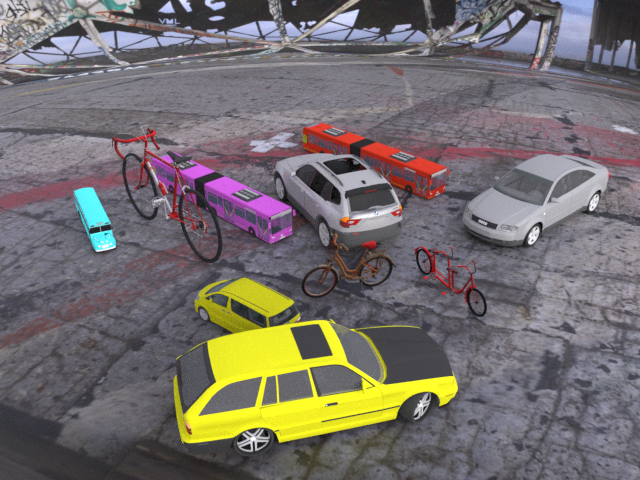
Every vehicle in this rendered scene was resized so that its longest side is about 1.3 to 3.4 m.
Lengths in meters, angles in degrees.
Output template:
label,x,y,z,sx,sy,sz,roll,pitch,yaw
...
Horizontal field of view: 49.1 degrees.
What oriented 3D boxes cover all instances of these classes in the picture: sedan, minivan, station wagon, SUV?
label,x,y,z,sx,sy,sz,roll,pitch,yaw
sedan,3.664,-0.805,11.742,3.137,0.940,1.235,-23,37,-35
minivan,-0.974,0.867,9.071,1.548,0.616,0.681,23,36,35
station wagon,-0.029,1.459,7.695,3.105,0.920,1.327,-7,30,-13
SUV,0.240,-0.877,11.678,1.276,1.128,3.058,-12,31,-21

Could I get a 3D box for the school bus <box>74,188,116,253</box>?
label,x,y,z,sx,sy,sz,roll,pitch,yaw
school bus,-3.679,-0.336,11.420,0.365,0.434,1.708,-14,32,-23

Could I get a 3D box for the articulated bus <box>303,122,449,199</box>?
label,x,y,z,sx,sy,sz,roll,pitch,yaw
articulated bus,0.974,-1.586,13.535,0.605,0.561,3.401,-25,37,-37

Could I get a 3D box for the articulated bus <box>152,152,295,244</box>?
label,x,y,z,sx,sy,sz,roll,pitch,yaw
articulated bus,-1.767,-0.792,12.108,0.605,0.561,3.401,-26,38,-38

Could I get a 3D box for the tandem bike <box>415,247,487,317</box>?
label,x,y,z,sx,sy,sz,roll,pitch,yaw
tandem bike,1.804,0.447,9.759,0.283,0.682,1.642,-14,32,-24

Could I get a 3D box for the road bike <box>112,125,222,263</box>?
label,x,y,z,sx,sy,sz,roll,pitch,yaw
road bike,-2.396,-0.760,10.926,0.697,1.656,3.004,-23,36,-35

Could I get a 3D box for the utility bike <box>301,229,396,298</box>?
label,x,y,z,sx,sy,sz,roll,pitch,yaw
utility bike,0.436,0.351,9.659,1.435,0.946,0.535,-10,31,-18
